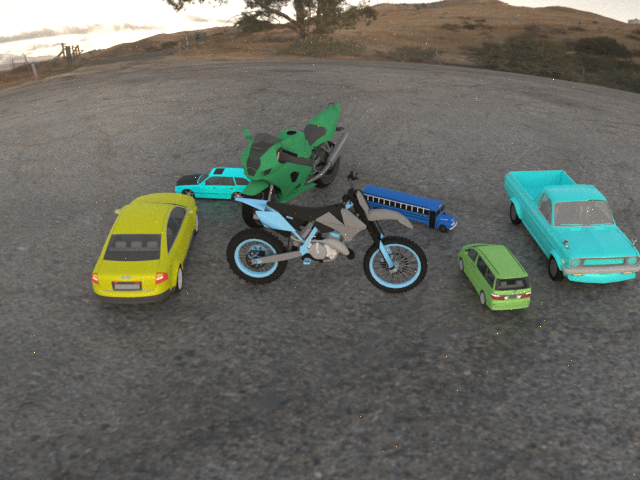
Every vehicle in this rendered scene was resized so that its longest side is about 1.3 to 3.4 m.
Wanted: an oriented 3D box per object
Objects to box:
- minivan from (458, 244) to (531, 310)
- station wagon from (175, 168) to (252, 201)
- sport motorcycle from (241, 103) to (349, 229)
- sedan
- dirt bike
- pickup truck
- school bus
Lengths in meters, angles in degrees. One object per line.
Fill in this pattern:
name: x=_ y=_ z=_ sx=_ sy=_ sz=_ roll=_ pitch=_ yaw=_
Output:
minivan: x=2.498 y=0.418 z=10.130 sx=0.681 sy=0.616 sz=1.548 roll=-4 pitch=29 yaw=-7
station wagon: x=-1.897 y=-1.068 z=13.025 sx=1.597 sy=0.473 sz=0.682 roll=2 pitch=29 yaw=4
sport motorcycle: x=-0.455 y=-1.353 z=12.372 sx=0.983 sy=1.596 sz=2.955 roll=16 pitch=32 yaw=28
sedan: x=-2.607 y=-0.090 z=10.729 sx=1.235 sy=0.940 sz=3.137 roll=0 pitch=28 yaw=-1
dirt bike: x=0.079 y=-0.034 z=9.862 sx=2.903 sy=1.666 sz=1.024 roll=4 pitch=29 yaw=7
pickup truck: x=3.948 y=-0.398 z=11.242 sx=1.244 sy=0.993 sz=3.117 roll=-2 pitch=28 yaw=-4
school bus: x=1.535 y=-0.552 z=12.113 sx=1.708 sy=0.434 sz=0.365 roll=16 pitch=32 yaw=26
